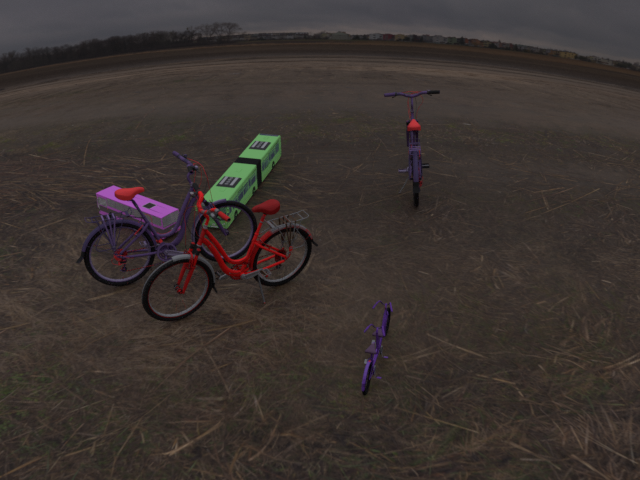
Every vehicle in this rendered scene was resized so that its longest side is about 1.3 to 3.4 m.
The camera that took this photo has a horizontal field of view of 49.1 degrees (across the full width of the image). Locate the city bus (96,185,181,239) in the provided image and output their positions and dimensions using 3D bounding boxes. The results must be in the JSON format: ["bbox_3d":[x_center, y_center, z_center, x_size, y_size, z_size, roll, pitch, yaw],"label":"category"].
[{"bbox_3d":[-3.177,-0.478,12.226,1.674,0.460,0.476,19,35,30],"label":"city bus"}]

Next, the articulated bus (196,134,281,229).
[{"bbox_3d":[-1.450,-1.208,13.414,0.605,0.561,3.401,7,30,12],"label":"articulated bus"}]

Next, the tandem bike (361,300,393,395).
[{"bbox_3d":[0.729,1.282,8.894,0.283,0.682,1.642,8,30,14],"label":"tandem bike"}]

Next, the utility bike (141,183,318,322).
[{"bbox_3d":[-1.150,0.144,9.728,2.791,1.839,1.039,-18,34,-28],"label":"utility bike"}]

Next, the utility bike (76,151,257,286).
[{"bbox_3d":[-2.321,-0.341,10.585,2.791,1.839,1.039,-13,32,-21],"label":"utility bike"}]

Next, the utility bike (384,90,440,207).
[{"bbox_3d":[1.695,-1.845,13.242,1.039,1.839,2.791,2,30,4],"label":"utility bike"}]
